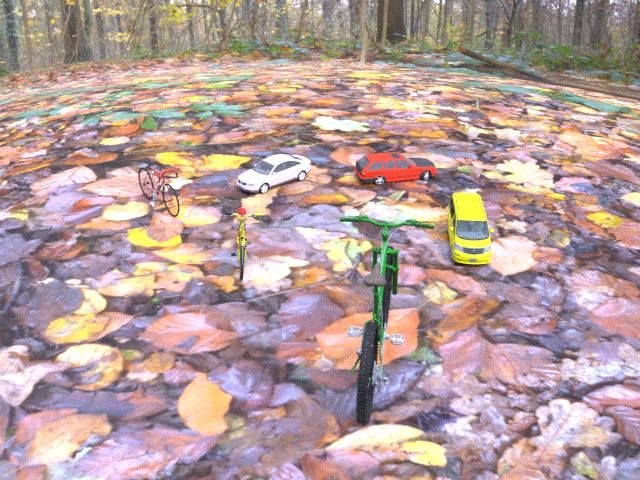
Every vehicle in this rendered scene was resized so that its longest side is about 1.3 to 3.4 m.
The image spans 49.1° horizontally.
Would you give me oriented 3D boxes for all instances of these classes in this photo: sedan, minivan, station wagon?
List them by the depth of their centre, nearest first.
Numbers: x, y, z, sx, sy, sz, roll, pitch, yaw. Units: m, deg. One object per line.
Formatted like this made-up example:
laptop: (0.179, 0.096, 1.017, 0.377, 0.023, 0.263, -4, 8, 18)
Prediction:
minivan: (2.364, -0.193, 11.125, 0.681, 0.616, 1.548, 2, 28, 4)
sedan: (-0.883, -1.326, 13.451, 1.613, 0.483, 0.635, -23, 35, -37)
station wagon: (1.492, -1.438, 13.677, 1.597, 0.473, 0.682, -6, 28, -12)

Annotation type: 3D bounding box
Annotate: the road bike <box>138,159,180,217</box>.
road bike: (-2.873, -0.970, 12.366, 0.358, 0.852, 1.545, -20, 34, -33)

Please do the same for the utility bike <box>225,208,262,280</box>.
utility bike: (-1.137, -0.069, 10.528, 0.535, 0.946, 1.435, -3, 28, -6)

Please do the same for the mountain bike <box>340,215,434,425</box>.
mountain bike: (0.685, 0.753, 8.141, 1.114, 1.688, 2.857, 5, 28, 9)
